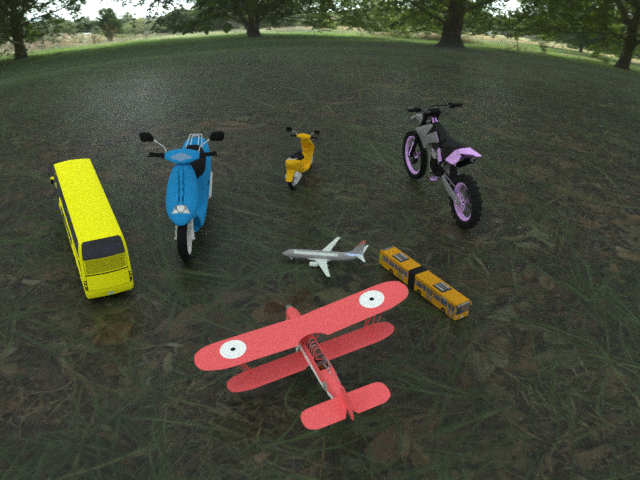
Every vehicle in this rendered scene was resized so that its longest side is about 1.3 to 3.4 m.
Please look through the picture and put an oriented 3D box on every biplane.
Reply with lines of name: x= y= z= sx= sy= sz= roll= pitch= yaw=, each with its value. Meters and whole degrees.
biplane: x=-0.069 y=1.357 z=7.984 sx=2.598 sy=0.981 sz=2.120 roll=-11 pitch=32 yaw=-18

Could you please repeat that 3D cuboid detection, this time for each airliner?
airliner: x=0.065 y=0.149 z=10.627 sx=1.307 sy=0.429 sz=1.161 roll=4 pitch=30 yaw=7

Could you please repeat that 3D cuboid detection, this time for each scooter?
scooter: x=-0.366 y=-1.601 z=13.169 sx=0.662 sy=0.919 sz=1.399 roll=9 pitch=31 yaw=15
scooter: x=-2.107 y=-1.018 z=11.292 sx=1.288 sy=1.786 sz=2.721 roll=-1 pitch=30 yaw=-2

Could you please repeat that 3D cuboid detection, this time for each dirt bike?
dirt bike: x=2.067 y=-1.436 z=12.136 sx=1.024 sy=1.666 sz=2.903 roll=-9 pitch=31 yaw=-15

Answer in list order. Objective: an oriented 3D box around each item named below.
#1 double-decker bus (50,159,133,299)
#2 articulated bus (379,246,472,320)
double-decker bus: x=-3.569 y=-0.306 z=10.794 sx=0.756 sy=1.052 sz=3.251 roll=-13 pitch=32 yaw=-21
articulated bus: x=1.461 y=0.588 z=10.008 sx=0.311 sy=0.289 sz=1.749 roll=-17 pitch=34 yaw=-27
